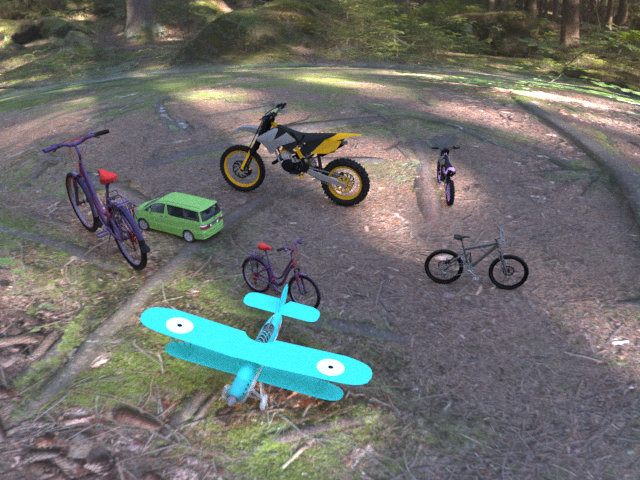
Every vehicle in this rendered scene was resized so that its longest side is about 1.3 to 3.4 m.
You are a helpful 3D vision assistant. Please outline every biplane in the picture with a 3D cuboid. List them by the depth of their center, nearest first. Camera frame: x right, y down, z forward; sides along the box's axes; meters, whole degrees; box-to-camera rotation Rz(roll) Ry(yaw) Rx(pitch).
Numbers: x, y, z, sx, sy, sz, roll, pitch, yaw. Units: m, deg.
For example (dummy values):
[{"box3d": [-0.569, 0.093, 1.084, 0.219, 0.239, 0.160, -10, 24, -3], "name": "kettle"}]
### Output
[{"box3d": [-0.638, 1.243, 8.024, 2.598, 0.981, 2.120, 6, 28, 12], "name": "biplane"}]

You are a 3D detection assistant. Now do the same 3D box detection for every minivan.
[{"box3d": [-2.384, -0.442, 11.660, 1.548, 0.616, 0.681, 14, 30, 25], "name": "minivan"}]

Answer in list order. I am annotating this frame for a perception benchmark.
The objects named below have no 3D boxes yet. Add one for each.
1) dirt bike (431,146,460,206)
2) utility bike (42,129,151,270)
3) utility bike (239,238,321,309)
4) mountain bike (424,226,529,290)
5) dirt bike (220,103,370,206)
[{"box3d": [2.328, -1.265, 12.980, 0.527, 0.857, 1.493, 0, 27, -1], "name": "dirt bike"}, {"box3d": [-3.436, -0.626, 10.687, 1.039, 1.839, 2.791, -21, 34, -35], "name": "utility bike"}, {"box3d": [-0.544, 0.401, 9.682, 1.435, 0.946, 0.535, 18, 33, 31], "name": "utility bike"}, {"box3d": [2.240, 0.288, 9.983, 1.469, 0.868, 0.573, 5, 28, 9], "name": "mountain bike"}, {"box3d": [-0.502, -1.504, 12.563, 2.903, 1.666, 1.024, 9, 29, 16], "name": "dirt bike"}]
